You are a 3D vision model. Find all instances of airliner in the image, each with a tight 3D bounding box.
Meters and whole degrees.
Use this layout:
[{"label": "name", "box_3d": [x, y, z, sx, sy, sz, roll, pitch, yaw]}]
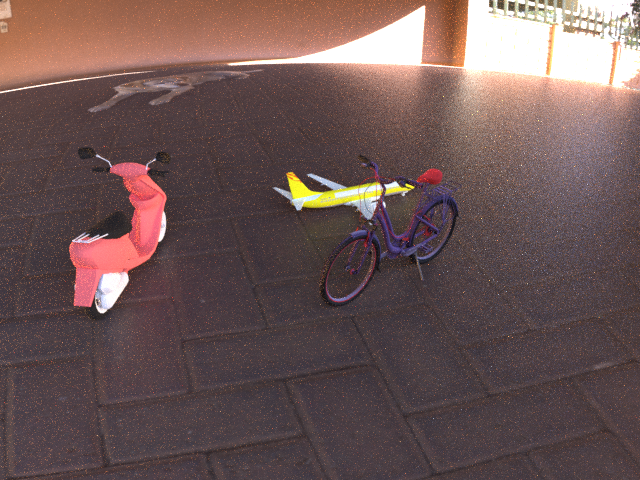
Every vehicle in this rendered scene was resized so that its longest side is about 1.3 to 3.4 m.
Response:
[{"label": "airliner", "box_3d": [0.569, -0.932, 11.655, 2.541, 0.835, 2.257, -13, 30, -23]}]

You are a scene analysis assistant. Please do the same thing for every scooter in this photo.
[{"label": "scooter", "box_3d": [-2.625, -0.249, 9.327, 1.288, 1.786, 2.721, 4, 28, 8]}]

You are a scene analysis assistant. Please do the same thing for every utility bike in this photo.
[{"label": "utility bike", "box_3d": [1.096, -0.204, 9.184, 2.791, 1.839, 1.039, -23, 36, -37]}]
